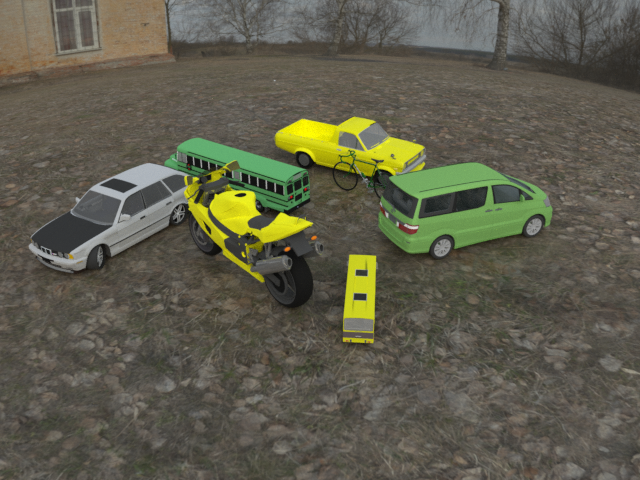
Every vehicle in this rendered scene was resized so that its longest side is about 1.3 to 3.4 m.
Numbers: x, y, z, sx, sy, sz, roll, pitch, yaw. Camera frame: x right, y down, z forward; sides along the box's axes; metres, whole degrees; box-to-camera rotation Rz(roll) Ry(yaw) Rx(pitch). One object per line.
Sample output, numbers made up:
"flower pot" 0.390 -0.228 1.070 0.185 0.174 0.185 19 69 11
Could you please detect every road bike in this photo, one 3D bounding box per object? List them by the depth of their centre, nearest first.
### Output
"road bike" 0.868 -1.212 13.225 1.545 0.852 0.358 20 34 31

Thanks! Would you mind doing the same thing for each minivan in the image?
"minivan" 2.512 -0.620 11.781 3.011 1.197 1.324 -12 31 -21

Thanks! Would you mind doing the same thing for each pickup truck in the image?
"pickup truck" 0.605 -1.973 14.472 3.117 0.993 1.244 16 33 27

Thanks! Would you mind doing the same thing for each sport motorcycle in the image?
"sport motorcycle" -1.118 -0.116 10.440 0.983 1.596 2.955 -24 37 -36

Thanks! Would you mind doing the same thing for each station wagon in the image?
"station wagon" -3.399 -0.492 11.835 1.327 0.920 3.105 17 33 28

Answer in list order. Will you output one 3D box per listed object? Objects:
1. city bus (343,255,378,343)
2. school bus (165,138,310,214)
"city bus" 0.574 0.821 9.910 0.476 0.460 1.674 2 29 4
"school bus" -1.695 -1.278 13.354 3.322 0.844 0.709 20 34 32
